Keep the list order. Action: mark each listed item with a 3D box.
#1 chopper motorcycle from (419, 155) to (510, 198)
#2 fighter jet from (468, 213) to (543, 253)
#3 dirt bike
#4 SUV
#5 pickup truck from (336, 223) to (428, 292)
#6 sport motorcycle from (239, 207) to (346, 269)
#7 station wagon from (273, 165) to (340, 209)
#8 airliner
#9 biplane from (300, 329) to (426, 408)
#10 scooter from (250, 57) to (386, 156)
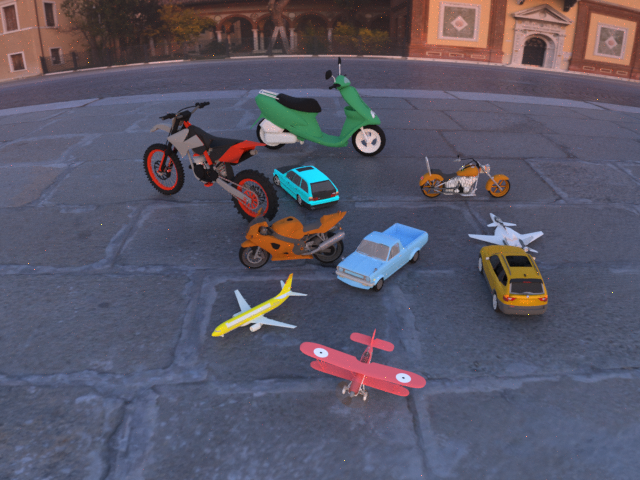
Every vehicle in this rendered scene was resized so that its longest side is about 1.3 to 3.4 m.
[{"bbox_3d":[2.464,-1.065,11.850,1.563,0.761,0.466,-2,27,-4],"label":"chopper motorcycle"},{"bbox_3d":[2.815,-0.200,10.693,1.147,0.286,1.358,-2,27,-4],"label":"fighter jet"},{"bbox_3d":[-1.854,-1.259,11.239,2.903,1.666,1.024,18,32,31],"label":"dirt bike"},{"bbox_3d":[2.519,0.427,9.160,0.656,0.580,1.572,0,27,1],"label":"SUV"},{"bbox_3d":[0.891,0.163,9.747,0.640,0.511,1.603,19,33,32],"label":"pickup truck"},{"bbox_3d":[-0.381,-0.014,9.751,1.520,0.821,0.506,-5,28,-9],"label":"sport motorcycle"},{"bbox_3d":[-0.271,-1.021,12.077,0.682,0.473,1.597,-13,30,-24],"label":"station wagon"},{"bbox_3d":[-0.799,0.809,8.585,1.307,0.429,1.161,-24,35,-38],"label":"airliner"},{"bbox_3d":[0.482,1.346,7.465,1.336,0.504,1.090,8,28,14],"label":"biplane"},{"bbox_3d":[-0.050,-2.550,13.607,2.721,1.786,1.288,5,28,10],"label":"scooter"}]
